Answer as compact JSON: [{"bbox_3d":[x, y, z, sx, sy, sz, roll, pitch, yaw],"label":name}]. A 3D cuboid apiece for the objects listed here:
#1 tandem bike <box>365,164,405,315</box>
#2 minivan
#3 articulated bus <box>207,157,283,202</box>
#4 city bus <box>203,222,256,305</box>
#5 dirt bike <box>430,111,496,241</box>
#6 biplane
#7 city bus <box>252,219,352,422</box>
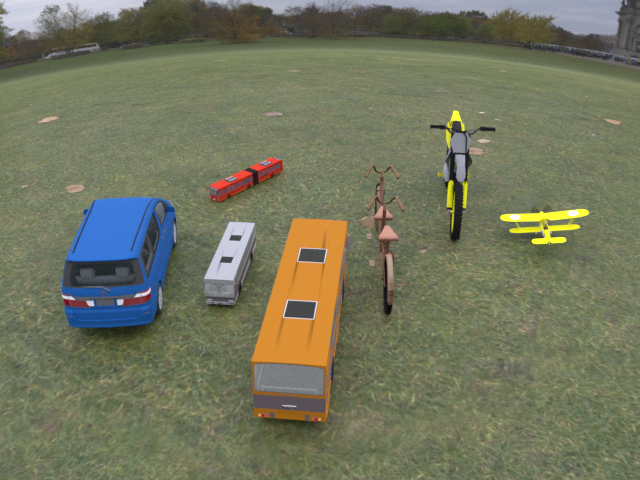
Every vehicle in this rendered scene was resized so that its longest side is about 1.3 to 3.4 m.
[{"bbox_3d":[0.930,-0.182,10.250,0.550,1.326,3.192,1,30,1],"label":"tandem bike"},{"bbox_3d":[-2.773,0.051,9.970,1.324,1.197,3.011,-2,30,-4],"label":"minivan"},{"bbox_3d":[-1.354,-1.142,12.995,0.311,0.289,1.749,21,36,33],"label":"articulated bus"},{"bbox_3d":[-1.285,0.327,10.229,0.476,0.460,1.674,3,30,5],"label":"city bus"},{"bbox_3d":[2.303,-1.248,11.786,1.024,1.666,2.903,4,30,6],"label":"dirt bike"},{"bbox_3d":[3.548,-0.193,11.102,1.336,0.504,1.090,4,30,7],"label":"biplane"},{"bbox_3d":[-0.160,0.880,8.814,0.926,0.894,3.255,3,30,5],"label":"city bus"}]
